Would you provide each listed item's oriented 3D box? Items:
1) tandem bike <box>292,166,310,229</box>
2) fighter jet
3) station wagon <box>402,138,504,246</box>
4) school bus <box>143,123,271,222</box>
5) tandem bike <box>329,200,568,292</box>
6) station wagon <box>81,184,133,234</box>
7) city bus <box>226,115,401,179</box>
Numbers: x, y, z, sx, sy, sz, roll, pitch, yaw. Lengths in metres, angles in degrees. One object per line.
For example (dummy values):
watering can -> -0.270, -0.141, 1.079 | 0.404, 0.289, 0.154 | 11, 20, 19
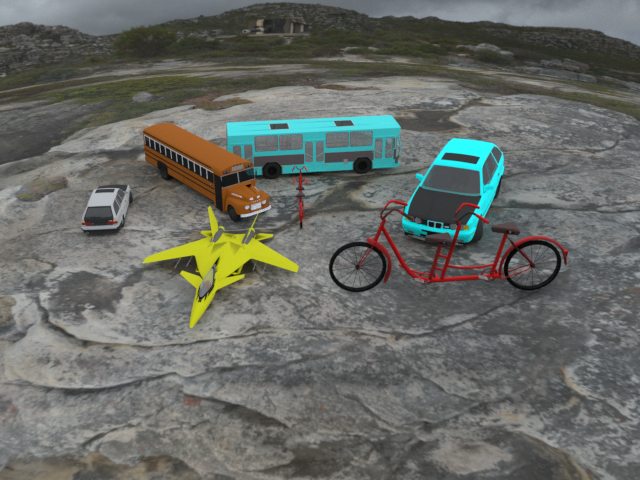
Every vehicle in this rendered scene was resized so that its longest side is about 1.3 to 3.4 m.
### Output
tandem bike -> -0.324, -0.774, 11.638 | 0.283, 0.682, 1.642 | -1, 27, -2
fighter jet -> -1.436, 0.321, 9.667 | 2.229, 0.557, 2.640 | 3, 28, 6
station wagon -> 2.285, -0.921, 11.663 | 1.327, 0.920, 3.105 | 11, 29, 20
school bus -> -2.055, -1.260, 12.397 | 0.709, 0.844, 3.322 | -21, 34, -34
tandem bike -> 1.713, 0.115, 9.231 | 3.192, 1.326, 0.550 | -1, 27, -1
station wagon -> -3.510, -0.613, 11.555 | 0.682, 0.473, 1.597 | -3, 28, -5
city bus -> -0.139, -1.760, 13.306 | 3.255, 0.894, 0.926 | -4, 28, -8
